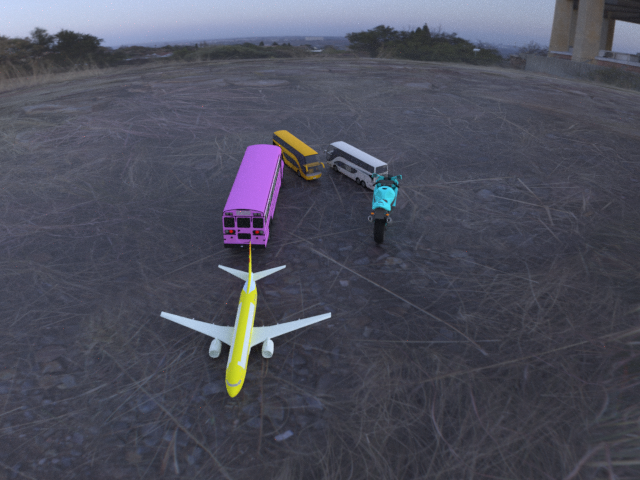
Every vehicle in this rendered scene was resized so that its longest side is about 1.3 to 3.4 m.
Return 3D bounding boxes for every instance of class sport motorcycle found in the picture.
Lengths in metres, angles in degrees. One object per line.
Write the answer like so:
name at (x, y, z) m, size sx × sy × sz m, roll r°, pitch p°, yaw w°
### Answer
sport motorcycle at (1.069, -0.574, 11.766) m, size 0.506 × 0.821 × 1.520 m, roll 5°, pitch 29°, yaw 9°

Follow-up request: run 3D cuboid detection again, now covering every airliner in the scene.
airliner at (-0.986, 0.963, 8.953) m, size 2.257 × 0.835 × 2.541 m, roll 0°, pitch 29°, yaw 0°

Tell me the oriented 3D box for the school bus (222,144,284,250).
school bus at (-1.102, -0.887, 12.310) m, size 0.709 × 0.844 × 3.322 m, roll 1°, pitch 29°, yaw 2°

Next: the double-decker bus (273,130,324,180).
double-decker bus at (-0.472, -1.708, 14.121) m, size 0.389 × 0.541 × 1.672 m, roll -14°, pitch 32°, yaw -24°

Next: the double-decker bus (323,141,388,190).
double-decker bus at (0.690, -1.479, 13.703) m, size 0.389 × 0.541 × 1.672 m, roll -18°, pitch 34°, yaw -29°
